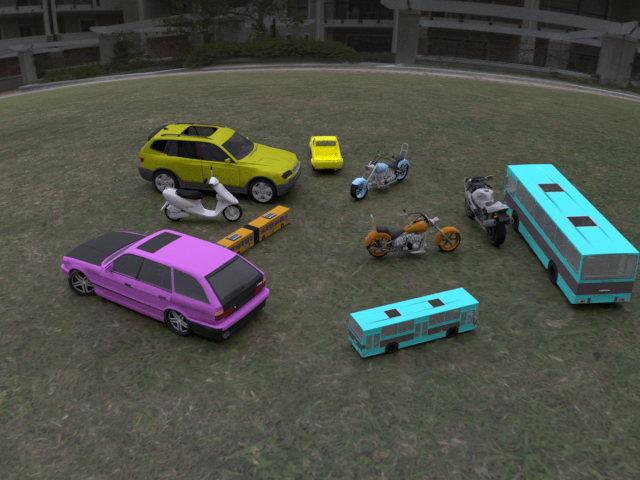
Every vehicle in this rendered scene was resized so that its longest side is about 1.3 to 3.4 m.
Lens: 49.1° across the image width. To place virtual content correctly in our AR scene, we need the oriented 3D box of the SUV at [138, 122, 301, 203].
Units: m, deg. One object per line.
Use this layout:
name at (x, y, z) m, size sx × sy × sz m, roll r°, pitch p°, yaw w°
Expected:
SUV at (-1.887, -1.518, 13.195) m, size 3.058 × 1.128 × 1.276 m, roll 6°, pitch 28°, yaw 11°

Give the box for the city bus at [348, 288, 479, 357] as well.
city bus at (1.209, 1.066, 8.997) m, size 1.674 × 0.460 × 0.476 m, roll -11°, pitch 30°, yaw -20°

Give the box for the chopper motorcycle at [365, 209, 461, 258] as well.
chopper motorcycle at (1.461, -0.113, 10.916) m, size 1.563 × 0.761 × 0.466 m, roll -6°, pitch 28°, yaw -11°

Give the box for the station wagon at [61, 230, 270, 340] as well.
station wagon at (-2.245, 0.405, 9.759) m, size 3.105 × 0.920 × 1.327 m, roll 16°, pitch 32°, yaw 28°

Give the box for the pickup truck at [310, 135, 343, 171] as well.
pickup truck at (0.118, -1.849, 14.489) m, size 0.640 × 0.511 × 1.603 m, roll -2°, pitch 28°, yaw -3°

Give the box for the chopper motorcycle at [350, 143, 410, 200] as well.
chopper motorcycle at (1.145, -1.293, 13.161) m, size 1.563 × 0.761 × 0.466 m, roll -25°, pitch 36°, yaw -38°

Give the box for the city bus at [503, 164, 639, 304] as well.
city bus at (3.738, -0.164, 10.870) m, size 0.926 × 0.894 × 3.255 m, roll -2°, pitch 28°, yaw -4°

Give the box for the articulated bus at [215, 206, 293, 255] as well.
articulated bus at (-1.071, -0.124, 11.445) m, size 0.311 × 0.289 × 1.749 m, roll 17°, pitch 32°, yaw 29°

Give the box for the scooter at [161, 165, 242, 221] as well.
scooter at (-2.034, -0.736, 11.932) m, size 1.399 × 0.919 × 0.662 m, roll 1°, pitch 28°, yaw 1°

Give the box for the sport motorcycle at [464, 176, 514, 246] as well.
sport motorcycle at (2.745, -0.525, 11.636) m, size 0.506 × 0.821 × 1.520 m, roll -5°, pitch 28°, yaw -10°
